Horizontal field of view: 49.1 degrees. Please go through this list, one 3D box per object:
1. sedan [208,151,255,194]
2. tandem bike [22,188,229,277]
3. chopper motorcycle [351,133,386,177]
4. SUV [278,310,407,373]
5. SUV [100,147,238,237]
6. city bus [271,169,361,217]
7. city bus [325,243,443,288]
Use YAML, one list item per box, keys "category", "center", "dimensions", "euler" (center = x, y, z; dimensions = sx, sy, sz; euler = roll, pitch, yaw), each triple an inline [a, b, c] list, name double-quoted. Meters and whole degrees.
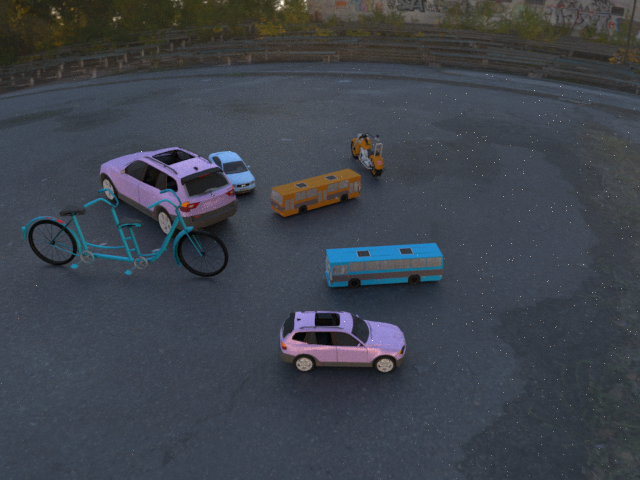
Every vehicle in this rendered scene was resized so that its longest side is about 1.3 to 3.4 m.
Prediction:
- category: "sedan"
  center: [-1.713, -1.360, 13.510]
  dimensions: [0.635, 0.483, 1.613]
  euler: [-11, 30, -20]
- category: "tandem bike"
  center: [-2.907, -0.122, 10.273]
  dimensions: [3.192, 1.326, 0.550]
  euler: [4, 28, 8]
- category: "chopper motorcycle"
  center: [0.935, -1.817, 14.074]
  dimensions: [0.466, 0.761, 1.563]
  euler: [-8, 29, -15]
- category: "SUV"
  center: [0.273, 1.204, 8.566]
  dimensions: [1.572, 0.580, 0.656]
  euler: [1, 28, 1]
- category: "SUV"
  center: [-2.711, -1.050, 12.235]
  dimensions: [1.276, 1.128, 3.058]
  euler: [-24, 36, -37]
- category: "city bus"
  center: [-0.056, -0.839, 12.551]
  dimensions: [1.674, 0.460, 0.476]
  euler: [-17, 32, -29]
- category: "city bus"
  center: [0.930, 0.382, 10.245]
  dimensions: [1.674, 0.460, 0.476]
  euler: [-3, 28, -6]
